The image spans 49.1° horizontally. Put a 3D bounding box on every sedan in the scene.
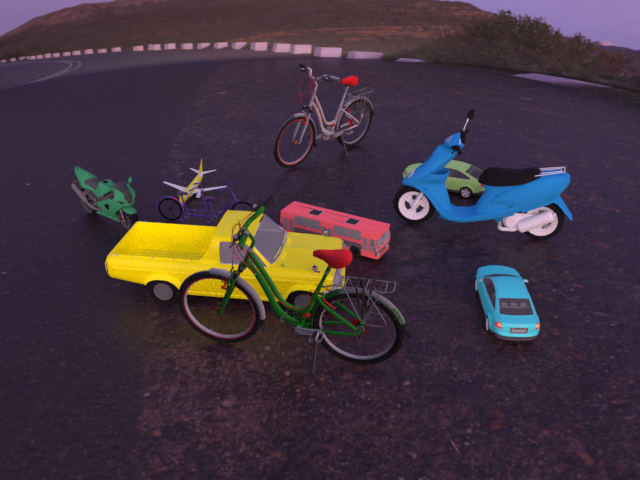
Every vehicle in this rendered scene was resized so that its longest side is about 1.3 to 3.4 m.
[{"bbox_3d":[2.374,0.709,8.936,0.635,0.483,1.613,1,28,2],"label":"sedan"},{"bbox_3d":[2.266,-1.159,12.478,1.613,0.483,0.635,14,31,25],"label":"sedan"}]

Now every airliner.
[{"bbox_3d":[-2.247,-1.008,12.250,1.161,0.429,1.307,5,28,9],"label":"airliner"}]

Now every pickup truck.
[{"bbox_3d":[-1.215,0.194,9.367,3.117,0.993,1.244,4,28,7],"label":"pickup truck"}]

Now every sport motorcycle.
[{"bbox_3d":[-3.399,-0.653,11.157,1.520,0.821,0.506,21,35,35],"label":"sport motorcycle"}]

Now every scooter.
[{"bbox_3d":[2.489,-0.933,10.653,2.721,1.786,1.288,8,29,15],"label":"scooter"}]

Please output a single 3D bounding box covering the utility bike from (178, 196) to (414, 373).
[{"bbox_3d":[-0.349,0.592,7.705,2.791,1.839,1.039,7,29,13],"label":"utility bike"}]

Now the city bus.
[{"bbox_3d":[0.213,-0.141,10.573,1.674,0.460,0.476,15,31,26],"label":"city bus"}]

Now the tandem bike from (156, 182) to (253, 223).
[{"bbox_3d":[-1.839,-0.592,11.191,1.642,0.682,0.283,3,28,6],"label":"tandem bike"}]

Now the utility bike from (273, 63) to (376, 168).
[{"bbox_3d":[0.222,-2.444,13.461,2.791,1.839,1.039,-25,36,-38],"label":"utility bike"}]
